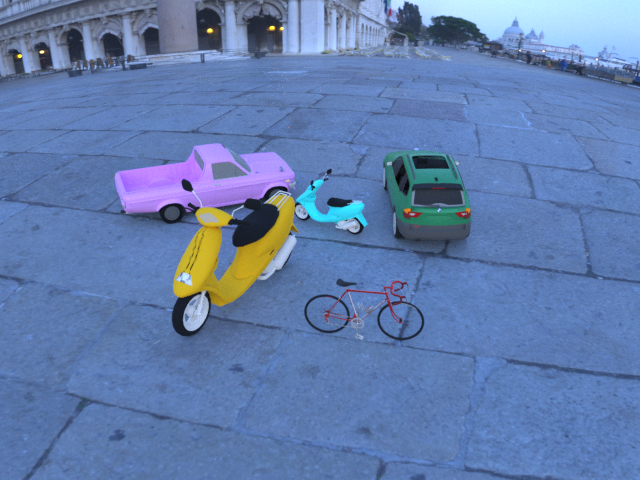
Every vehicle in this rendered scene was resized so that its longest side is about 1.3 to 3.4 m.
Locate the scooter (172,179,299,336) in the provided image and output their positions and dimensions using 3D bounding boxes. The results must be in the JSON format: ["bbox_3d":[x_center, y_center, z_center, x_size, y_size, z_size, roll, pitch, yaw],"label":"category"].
[{"bbox_3d":[-1.112,0.012,9.528,1.288,1.786,2.721,17,33,28],"label":"scooter"}]

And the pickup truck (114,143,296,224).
[{"bbox_3d":[-2.017,-1.102,12.404,3.117,0.993,1.244,-11,30,-19],"label":"pickup truck"}]

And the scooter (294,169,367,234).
[{"bbox_3d":[0.156,-0.623,11.602,1.399,0.919,0.662,16,32,27],"label":"scooter"}]

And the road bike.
[{"bbox_3d":[0.558,0.880,8.910,1.545,0.852,0.358,5,29,8],"label":"road bike"}]

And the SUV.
[{"bbox_3d":[1.804,-0.981,12.041,1.276,1.128,3.058,0,29,0],"label":"SUV"}]
